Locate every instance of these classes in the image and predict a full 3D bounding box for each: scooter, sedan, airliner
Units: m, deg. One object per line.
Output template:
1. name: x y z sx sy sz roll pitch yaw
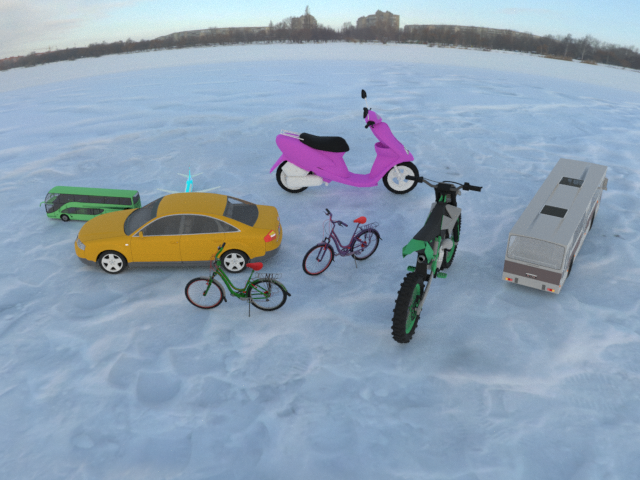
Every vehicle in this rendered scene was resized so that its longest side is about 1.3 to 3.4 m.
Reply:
1. scooter: 0.449 -1.654 12.511 2.721 1.786 1.288 1 28 1
2. sedan: -2.142 -0.174 10.641 3.137 0.940 1.235 -1 28 -1
3. airliner: -2.395 -0.974 12.678 1.161 0.429 1.307 -2 28 -4

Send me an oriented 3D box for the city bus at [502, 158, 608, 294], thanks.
1. city bus: 3.715 -0.282 10.889 0.926 0.894 3.255 15 31 25

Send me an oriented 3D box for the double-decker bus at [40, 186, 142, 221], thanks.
1. double-decker bus: -3.868 -0.596 11.853 1.672 0.541 0.389 4 28 7

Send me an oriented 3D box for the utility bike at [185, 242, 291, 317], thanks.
1. utility bike: -1.104 0.573 9.236 1.435 0.946 0.535 1 28 2

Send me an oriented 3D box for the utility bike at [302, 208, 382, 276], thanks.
1. utility bike: 0.379 0.017 10.276 1.435 0.946 0.535 -17 32 -29

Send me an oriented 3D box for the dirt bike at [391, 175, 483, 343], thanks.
1. dirt bike: 1.502 0.079 9.395 1.024 1.666 2.903 12 30 21
